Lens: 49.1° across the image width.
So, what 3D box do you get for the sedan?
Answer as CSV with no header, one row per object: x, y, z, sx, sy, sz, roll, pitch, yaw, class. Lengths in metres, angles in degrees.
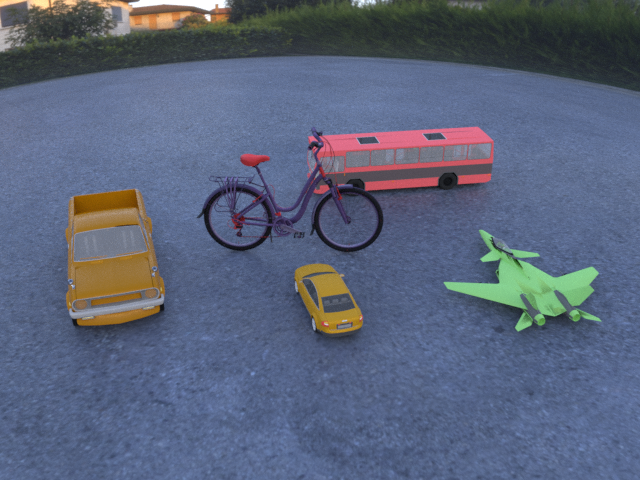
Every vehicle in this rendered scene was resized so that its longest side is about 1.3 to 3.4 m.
0.083,0.694,9.179,0.635,0.483,1.613,-8,29,-14,sedan

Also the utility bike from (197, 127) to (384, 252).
-0.447,-0.709,10.352,2.791,1.839,1.039,1,28,2,utility bike

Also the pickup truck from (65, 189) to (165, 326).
-2.943,0.050,9.836,1.244,0.993,3.117,-8,29,-15,pickup truck

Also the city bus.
1.430,-1.414,12.654,3.255,0.894,0.926,-5,29,-8,city bus

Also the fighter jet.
2.766,0.305,9.823,2.229,0.557,2.640,-5,29,-9,fighter jet
